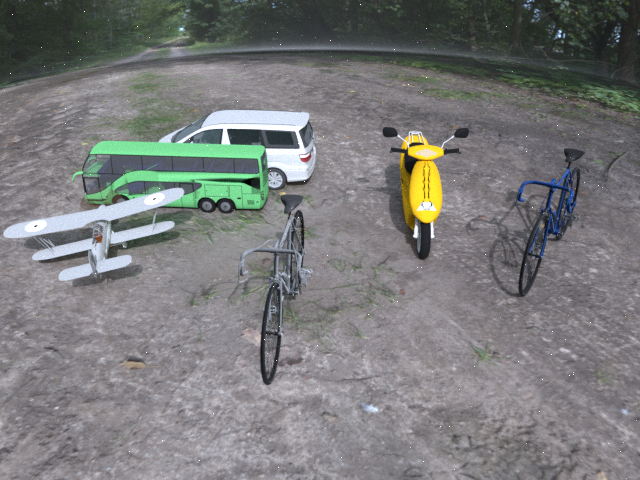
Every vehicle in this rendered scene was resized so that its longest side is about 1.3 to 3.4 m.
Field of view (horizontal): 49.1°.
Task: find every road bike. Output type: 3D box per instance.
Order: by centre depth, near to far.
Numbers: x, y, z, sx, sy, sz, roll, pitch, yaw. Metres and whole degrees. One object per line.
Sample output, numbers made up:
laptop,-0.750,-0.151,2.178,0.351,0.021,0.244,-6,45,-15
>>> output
road bike,-0.430,0.399,8.645,0.696,1.656,3.004,3,29,6
road bike,3.378,-0.395,10.068,0.696,1.656,3.004,16,33,27

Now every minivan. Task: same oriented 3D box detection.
minivan,-1.602,-1.735,12.941,3.011,1.197,1.324,3,29,6

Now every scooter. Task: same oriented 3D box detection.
scooter,1.585,-1.040,11.092,1.288,1.786,2.721,1,29,2

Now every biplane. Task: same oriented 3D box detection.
biplane,-3.210,-0.008,10.069,2.598,0.981,2.120,-6,30,-10

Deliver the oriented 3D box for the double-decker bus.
double-decker bus,-2.508,-1.096,11.945,3.251,1.052,0.756,2,29,4
